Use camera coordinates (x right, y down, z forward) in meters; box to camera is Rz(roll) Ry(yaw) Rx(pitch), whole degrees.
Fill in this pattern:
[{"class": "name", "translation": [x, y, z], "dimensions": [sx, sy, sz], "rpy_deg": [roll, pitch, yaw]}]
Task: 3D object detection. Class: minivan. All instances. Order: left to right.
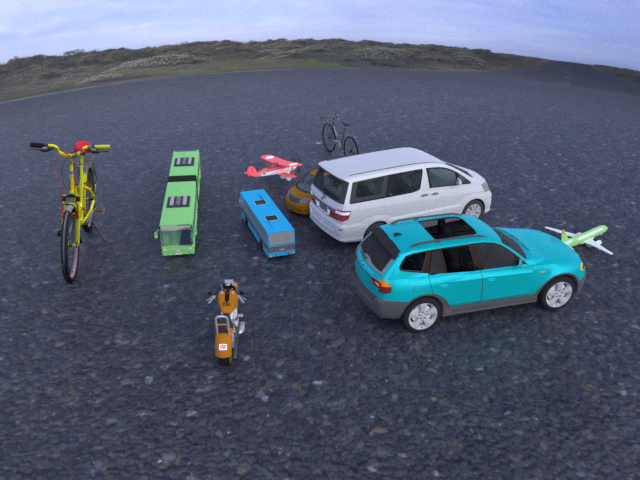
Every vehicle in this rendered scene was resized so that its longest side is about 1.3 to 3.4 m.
[{"class": "minivan", "translation": [0.132, -0.913, 12.033], "dimensions": [1.548, 0.616, 0.681], "rpy_deg": [-20, 33, -34]}, {"class": "minivan", "translation": [1.352, -0.805, 11.165], "dimensions": [3.011, 1.197, 1.324], "rpy_deg": [-13, 29, -25]}]

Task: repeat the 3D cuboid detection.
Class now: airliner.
[{"class": "airliner", "translation": [4.026, -0.125, 10.662], "dimensions": [1.307, 0.429, 1.161], "rpy_deg": [-19, 32, -33]}]

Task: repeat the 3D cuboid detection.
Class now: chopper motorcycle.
[{"class": "chopper motorcycle", "translation": [-1.096, 0.845, 8.352], "dimensions": [0.466, 0.761, 1.563], "rpy_deg": [-1, 27, -2]}]

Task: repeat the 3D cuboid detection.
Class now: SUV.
[{"class": "SUV", "translation": [1.939, 0.277, 9.077], "dimensions": [3.058, 1.128, 1.276], "rpy_deg": [-7, 27, -14]}]

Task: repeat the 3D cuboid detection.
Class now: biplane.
[{"class": "biplane", "translation": [-0.860, -1.303, 12.936], "dimensions": [1.090, 0.504, 1.336], "rpy_deg": [-16, 31, -29]}]

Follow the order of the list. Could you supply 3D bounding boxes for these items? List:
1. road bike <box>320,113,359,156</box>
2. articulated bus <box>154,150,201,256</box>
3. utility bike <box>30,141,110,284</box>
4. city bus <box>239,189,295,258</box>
[{"class": "road bike", "translation": [0.395, -2.036, 14.016], "dimensions": [0.358, 0.852, 1.545], "rpy_deg": [-12, 29, -23]}, {"class": "articulated bus", "translation": [-2.300, -0.721, 11.708], "dimensions": [0.605, 0.561, 3.401], "rpy_deg": [-3, 27, -6]}, {"class": "utility bike", "translation": [-3.435, -0.668, 10.173], "dimensions": [1.039, 1.839, 2.791], "rpy_deg": [-4, 27, -8]}, {"class": "city bus", "translation": [-0.837, -0.263, 10.905], "dimensions": [0.476, 0.460, 1.674], "rpy_deg": [-9, 28, -18]}]
